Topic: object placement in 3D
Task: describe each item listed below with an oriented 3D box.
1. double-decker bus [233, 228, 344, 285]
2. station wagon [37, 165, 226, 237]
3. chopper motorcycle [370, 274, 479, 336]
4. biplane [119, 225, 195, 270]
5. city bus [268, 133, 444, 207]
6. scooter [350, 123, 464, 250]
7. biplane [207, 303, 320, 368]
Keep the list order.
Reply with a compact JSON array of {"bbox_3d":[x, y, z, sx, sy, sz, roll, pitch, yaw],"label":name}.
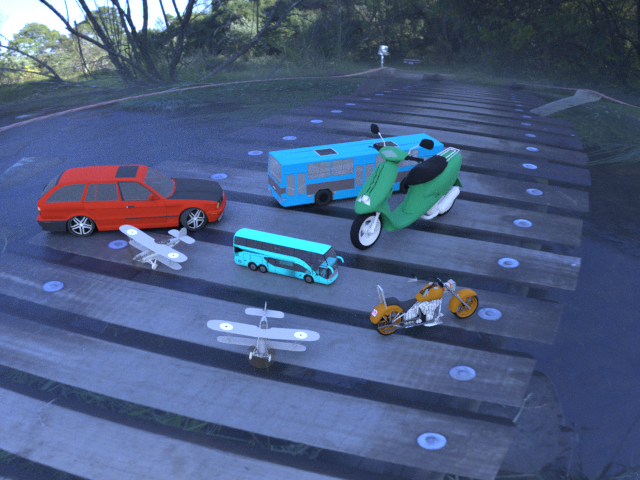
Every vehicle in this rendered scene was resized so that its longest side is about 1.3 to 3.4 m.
[{"bbox_3d":[-0.492,0.246,10.344,1.672,0.541,0.389,11,28,22],"label":"double-decker bus"},{"bbox_3d":[-3.174,-0.754,11.977,3.105,0.920,1.327,-3,26,-6],"label":"station wagon"},{"bbox_3d":[1.367,0.782,8.981,1.563,0.761,0.466,-11,28,-21],"label":"chopper motorcycle"},{"bbox_3d":[-2.407,0.117,10.653,1.336,0.504,1.090,17,31,32],"label":"biplane"},{"bbox_3d":[0.691,-1.298,13.132,3.255,0.894,0.926,-9,27,-19],"label":"city bus"},{"bbox_3d":[1.480,-0.973,11.436,2.721,1.786,1.288,-22,33,-38],"label":"scooter"},{"bbox_3d":[-0.674,1.133,8.550,1.336,0.504,1.090,-1,26,-1],"label":"biplane"}]
